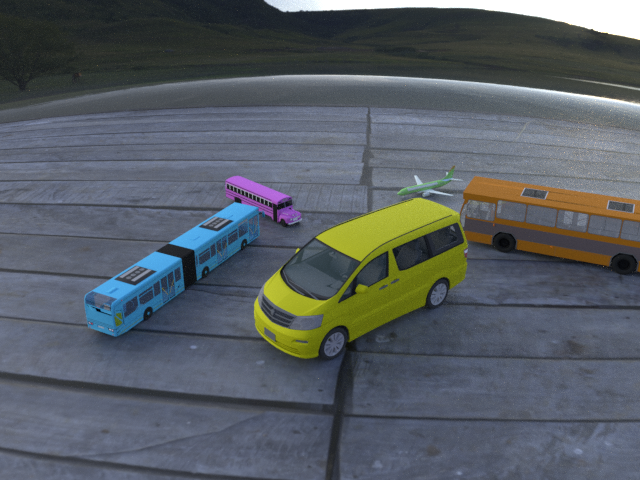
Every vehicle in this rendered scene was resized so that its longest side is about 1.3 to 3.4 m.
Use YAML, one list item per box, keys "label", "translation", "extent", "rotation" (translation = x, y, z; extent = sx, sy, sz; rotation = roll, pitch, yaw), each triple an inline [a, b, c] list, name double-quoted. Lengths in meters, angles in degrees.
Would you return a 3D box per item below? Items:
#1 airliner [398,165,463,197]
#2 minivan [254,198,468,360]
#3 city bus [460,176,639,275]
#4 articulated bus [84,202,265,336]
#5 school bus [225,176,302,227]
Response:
- label: "airliner"
  translation: [1.984, -1.077, 12.948]
  extent: [1.307, 0.429, 1.161]
  rotation: [-13, 29, -25]
- label: "minivan"
  translation: [0.565, 0.417, 8.986]
  extent: [3.011, 1.197, 1.324]
  rotation: [-20, 32, -35]
- label: "city bus"
  translation: [3.802, -0.197, 10.600]
  extent: [3.255, 0.894, 0.926]
  rotation: [11, 28, 22]
- label: "articulated bus"
  translation: [-1.924, 0.302, 9.953]
  extent: [0.605, 0.561, 3.401]
  rotation: [13, 29, 24]
- label: "school bus"
  translation: [-0.986, -0.682, 12.128]
  extent: [0.365, 0.434, 1.708]
  rotation: [-23, 34, -39]
